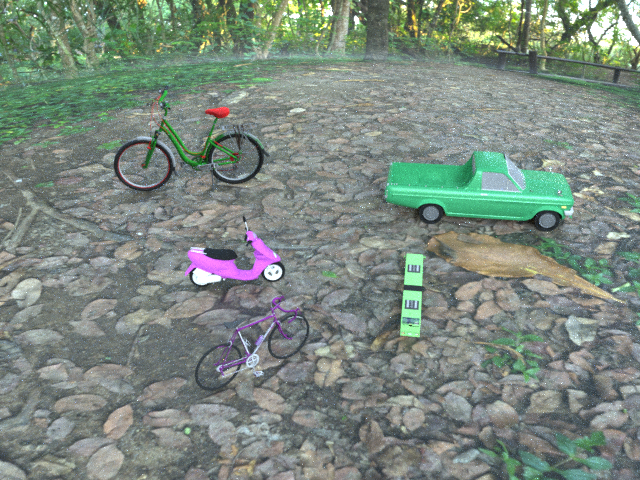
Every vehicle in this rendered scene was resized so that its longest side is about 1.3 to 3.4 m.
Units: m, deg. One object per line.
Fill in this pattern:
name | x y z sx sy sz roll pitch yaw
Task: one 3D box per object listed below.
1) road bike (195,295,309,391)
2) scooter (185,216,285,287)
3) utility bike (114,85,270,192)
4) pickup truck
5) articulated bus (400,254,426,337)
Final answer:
road bike | -0.748 1.174 8.011 1.545 0.852 0.358 -19 34 -32
scooter | -1.189 0.220 9.737 1.399 0.919 0.662 -4 28 -7
utility bike | -2.273 -1.721 12.412 2.791 1.839 1.039 -6 29 -11
pickup truck | 2.653 -0.916 11.798 3.117 0.993 1.244 4 28 8
articulated bus | 1.255 0.710 9.485 0.311 0.289 1.749 4 28 7
